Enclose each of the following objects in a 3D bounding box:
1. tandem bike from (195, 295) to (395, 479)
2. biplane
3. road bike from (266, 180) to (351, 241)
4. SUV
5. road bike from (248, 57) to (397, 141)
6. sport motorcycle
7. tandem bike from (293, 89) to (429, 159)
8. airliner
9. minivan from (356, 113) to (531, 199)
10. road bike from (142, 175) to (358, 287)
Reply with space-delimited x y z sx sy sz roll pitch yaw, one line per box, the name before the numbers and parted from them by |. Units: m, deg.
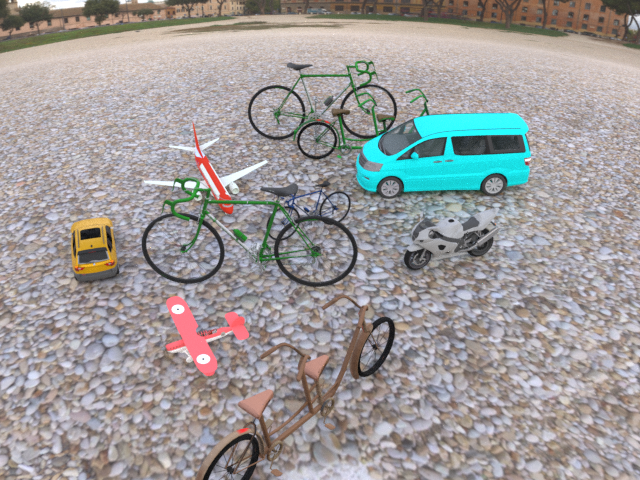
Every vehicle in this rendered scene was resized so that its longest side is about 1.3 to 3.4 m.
tandem bike | -0.134 1.520 7.332 0.550 1.326 3.192 24 39 33
biplane | -1.421 1.206 8.619 1.090 0.504 1.336 -16 35 -24
road bike | -0.162 -0.493 11.035 1.545 0.852 0.358 -18 36 -26
SUV | -3.376 0.048 10.419 0.656 0.580 1.572 -10 33 -15
road bike | 0.054 -2.778 13.963 3.004 1.656 0.697 -1 32 -1
sport motorcycle | 1.934 -0.026 10.309 1.520 0.821 0.506 -12 34 -18
tandem bike | 1.081 -2.168 13.291 3.192 1.326 0.550 -2 32 -3
airliner | -1.921 -1.256 12.284 2.257 0.835 2.541 -12 34 -18
minivan | 2.154 -1.543 12.403 3.011 1.197 1.324 -2 32 -3
road bike | -0.981 -0.062 9.575 3.004 1.656 0.697 1 32 2
